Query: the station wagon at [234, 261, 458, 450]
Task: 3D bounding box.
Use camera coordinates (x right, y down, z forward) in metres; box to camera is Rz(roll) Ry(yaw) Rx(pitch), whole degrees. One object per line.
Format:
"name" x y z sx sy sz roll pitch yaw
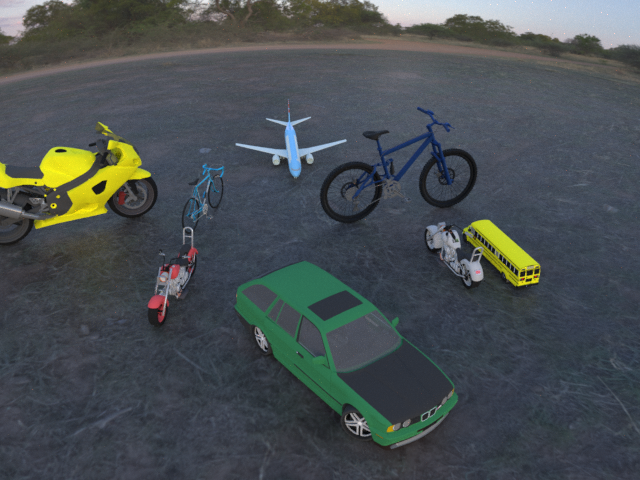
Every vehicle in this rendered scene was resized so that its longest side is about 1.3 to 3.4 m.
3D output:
"station wagon" 0.219 1.168 8.292 1.327 0.920 3.105 -21 36 -32

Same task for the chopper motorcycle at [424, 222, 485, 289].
"chopper motorcycle" 1.956 0.099 10.321 0.466 0.761 1.563 -10 31 -16

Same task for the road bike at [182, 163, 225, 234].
"road bike" -1.948 -0.727 11.673 0.358 0.852 1.545 9 31 15

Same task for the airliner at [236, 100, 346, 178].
"airliner" -0.556 -2.013 13.939 2.257 0.835 2.541 -3 30 -5

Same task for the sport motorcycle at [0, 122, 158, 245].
"sport motorcycle" -4.089 -0.860 11.156 2.955 1.596 0.983 -14 33 -23

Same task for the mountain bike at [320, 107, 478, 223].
"mountain bike" 1.362 -1.175 11.616 2.857 1.688 1.114 -9 31 -16

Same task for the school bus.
"school bus" 2.686 0.147 10.566 0.365 0.434 1.708 -9 31 -16

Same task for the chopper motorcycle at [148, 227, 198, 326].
"chopper motorcycle" -2.029 0.483 9.650 0.466 0.761 1.563 5 30 9
